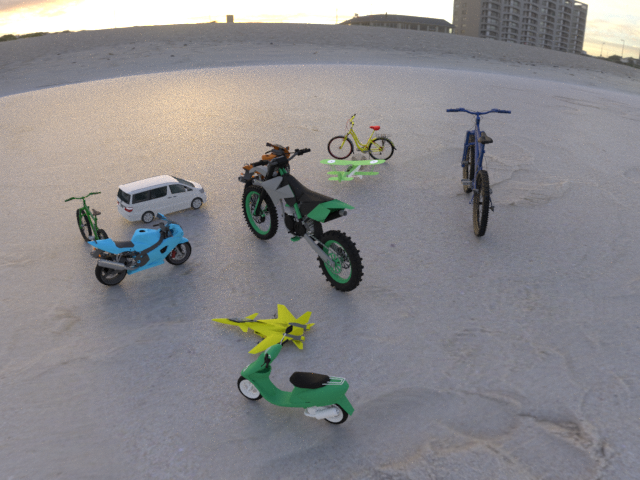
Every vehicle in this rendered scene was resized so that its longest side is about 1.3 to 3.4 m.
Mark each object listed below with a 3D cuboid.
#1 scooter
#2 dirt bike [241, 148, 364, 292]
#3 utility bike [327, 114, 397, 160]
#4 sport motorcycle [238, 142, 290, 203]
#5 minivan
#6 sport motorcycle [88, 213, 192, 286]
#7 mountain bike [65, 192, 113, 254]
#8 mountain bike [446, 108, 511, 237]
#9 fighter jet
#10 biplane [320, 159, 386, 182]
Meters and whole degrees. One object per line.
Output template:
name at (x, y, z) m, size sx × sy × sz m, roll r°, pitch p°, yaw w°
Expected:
scooter at (-0.292, 1.501, 7.588) m, size 1.399 × 0.919 × 0.662 m, roll 11°, pitch 30°, yaw 20°
dirt bike at (-0.361, -0.399, 10.407) m, size 1.024 × 1.666 × 2.903 m, roll -20°, pitch 34°, yaw -34°
utility bike at (0.860, -2.043, 14.321) m, size 1.435 × 0.946 × 0.535 m, roll 3°, pitch 28°, yaw 6°
sport motorcycle at (-0.973, -1.264, 12.968) m, size 0.506 × 0.821 × 1.520 m, roll 14°, pitch 31°, yaw 25°
minivan at (-2.757, -0.788, 12.281) m, size 1.548 × 0.616 × 0.681 m, roll -19°, pitch 33°, yaw -32°
sport motorcycle at (-2.603, 0.149, 10.271) m, size 1.520 × 0.821 × 0.506 m, roll -18°, pitch 33°, yaw -30°
mountain bike at (-3.534, -0.205, 10.896) m, size 0.573 × 0.868 × 1.469 m, roll -19°, pitch 33°, yaw -31°
mountain bike at (2.703, -1.274, 12.053) m, size 1.114 × 1.688 × 2.857 m, roll 2°, pitch 28°, yaw 4°
fighter jet at (-0.792, 1.066, 9.099) m, size 1.358 × 0.286 × 1.147 m, roll 7°, pitch 29°, yaw 14°
biplane at (0.550, -1.316, 13.408) m, size 1.336 × 0.504 × 1.090 m, roll 12°, pitch 30°, yaw 22°
